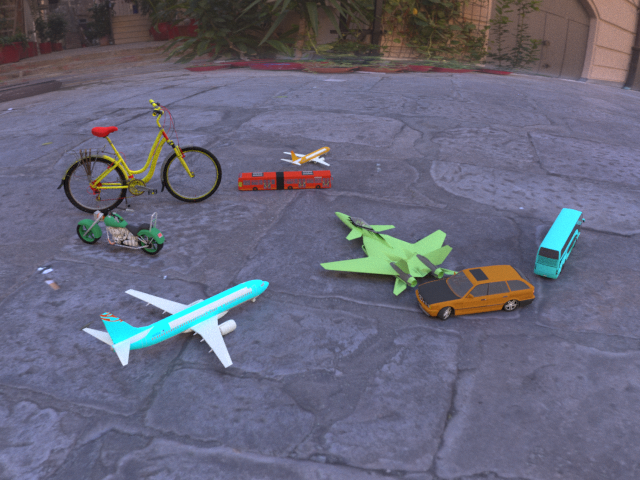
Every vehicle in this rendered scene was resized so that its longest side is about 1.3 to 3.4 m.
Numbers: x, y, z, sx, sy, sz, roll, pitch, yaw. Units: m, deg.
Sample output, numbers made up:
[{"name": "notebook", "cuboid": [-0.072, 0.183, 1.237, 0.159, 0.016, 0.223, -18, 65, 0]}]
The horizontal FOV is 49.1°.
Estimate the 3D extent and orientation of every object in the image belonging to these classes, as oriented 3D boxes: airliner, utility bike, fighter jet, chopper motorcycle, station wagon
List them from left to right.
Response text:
[{"name": "chopper motorcycle", "cuboid": [-3.134, -0.196, 10.900, 1.563, 0.761, 0.466, 10, 30, 18]}, {"name": "utility bike", "cuboid": [-3.122, -1.435, 12.047, 2.791, 1.839, 1.039, -8, 29, -14]}, {"name": "airliner", "cuboid": [-1.637, 0.821, 8.954, 2.541, 0.835, 2.257, -25, 37, -38]}, {"name": "airliner", "cuboid": [-0.189, -1.774, 14.145, 1.161, 0.429, 1.307, 20, 34, 32]}, {"name": "fighter jet", "cuboid": [0.911, -0.074, 10.889, 2.229, 0.557, 2.640, -15, 32, -26]}, {"name": "station wagon", "cuboid": [2.118, 0.675, 9.600, 1.597, 0.473, 0.682, -6, 29, -11]}]

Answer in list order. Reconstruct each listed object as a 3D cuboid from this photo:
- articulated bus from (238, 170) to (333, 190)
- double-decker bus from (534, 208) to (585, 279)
[{"name": "articulated bus", "cuboid": [-0.647, -1.111, 13.075, 1.749, 0.289, 0.311, -2, 29, -4]}, {"name": "double-decker bus", "cuboid": [3.689, 0.013, 10.746, 0.389, 0.541, 1.672, 15, 32, 26]}]
